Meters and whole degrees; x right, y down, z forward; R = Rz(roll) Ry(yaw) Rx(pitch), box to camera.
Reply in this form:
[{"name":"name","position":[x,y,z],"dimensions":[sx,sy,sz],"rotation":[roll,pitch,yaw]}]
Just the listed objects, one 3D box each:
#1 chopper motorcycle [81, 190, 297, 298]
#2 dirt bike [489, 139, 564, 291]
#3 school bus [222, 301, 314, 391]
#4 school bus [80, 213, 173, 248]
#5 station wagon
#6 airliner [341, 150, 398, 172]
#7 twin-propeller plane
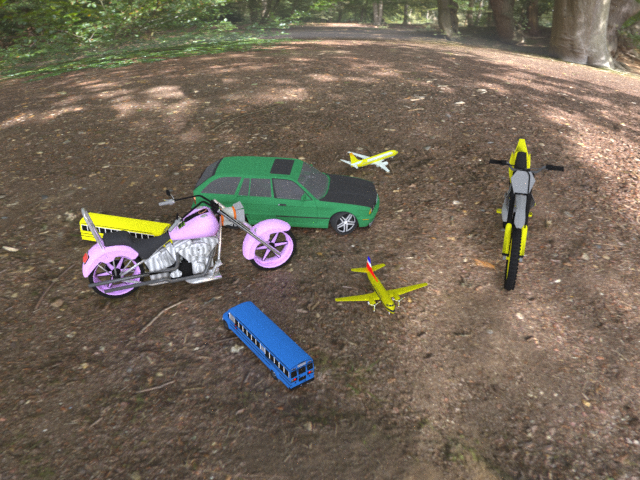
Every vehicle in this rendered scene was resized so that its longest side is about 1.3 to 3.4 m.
[{"name":"chopper motorcycle","position":[-1.804,-0.016,9.871],"dimensions":[3.040,1.480,0.906],"rotation":[-11,33,-18]},{"name":"dirt bike","position":[2.986,-0.544,10.563],"dimensions":[1.024,1.666,2.903],"rotation":[7,32,12]},{"name":"school bus","position":[-0.700,1.249,8.791],"dimensions":[0.365,0.434,1.708],"rotation":[-20,37,-30]},{"name":"school bus","position":[-2.917,-0.088,10.999],"dimensions":[1.708,0.434,0.365],"rotation":[8,32,13]},{"name":"station wagon","position":[-0.549,-0.824,11.744],"dimensions":[3.105,0.920,1.327],"rotation":[3,31,5]},{"name":"airliner","position":[1.045,-1.651,13.583],"dimensions":[1.307,0.429,1.161],"rotation":[-23,38,-33]},{"name":"twin-propeller plane","position":[0.836,0.647,9.812],"dimensions":[1.370,0.407,1.095],"rotation":[-9,32,-14]}]
